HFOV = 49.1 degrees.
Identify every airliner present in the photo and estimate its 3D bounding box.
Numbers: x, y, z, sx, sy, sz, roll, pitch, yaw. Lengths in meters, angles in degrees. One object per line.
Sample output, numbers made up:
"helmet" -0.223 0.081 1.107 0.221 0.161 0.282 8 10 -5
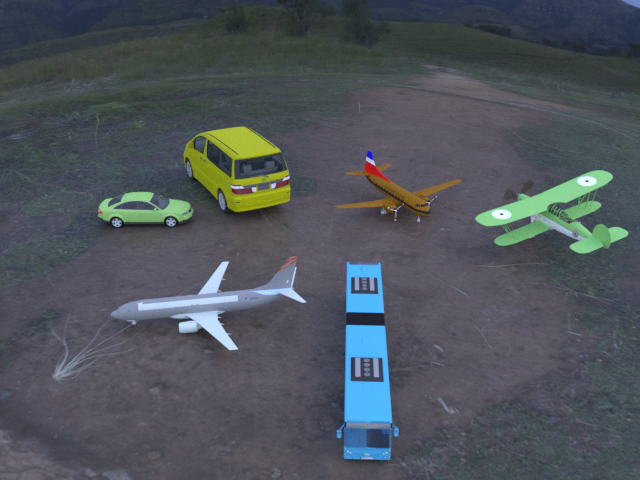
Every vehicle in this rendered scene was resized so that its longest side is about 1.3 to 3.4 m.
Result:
"airliner" -1.504 0.680 9.295 2.541 0.835 2.257 -4 27 -8

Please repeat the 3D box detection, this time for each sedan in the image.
"sedan" -3.025 -0.556 12.165 1.613 0.483 0.635 0 27 -1

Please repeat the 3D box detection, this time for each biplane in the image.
"biplane" 3.765 -0.311 11.117 2.598 0.981 2.120 -12 29 -23

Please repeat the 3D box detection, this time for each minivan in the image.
"minivan" -1.658 -1.487 13.232 1.324 1.197 3.011 -13 29 -25

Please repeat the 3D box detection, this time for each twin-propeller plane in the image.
"twin-propeller plane" 1.357 -0.964 12.638 2.663 0.792 2.129 -13 30 -25

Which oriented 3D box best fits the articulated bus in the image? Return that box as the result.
"articulated bus" 0.538 1.268 8.423 0.605 0.561 3.401 1 27 2
